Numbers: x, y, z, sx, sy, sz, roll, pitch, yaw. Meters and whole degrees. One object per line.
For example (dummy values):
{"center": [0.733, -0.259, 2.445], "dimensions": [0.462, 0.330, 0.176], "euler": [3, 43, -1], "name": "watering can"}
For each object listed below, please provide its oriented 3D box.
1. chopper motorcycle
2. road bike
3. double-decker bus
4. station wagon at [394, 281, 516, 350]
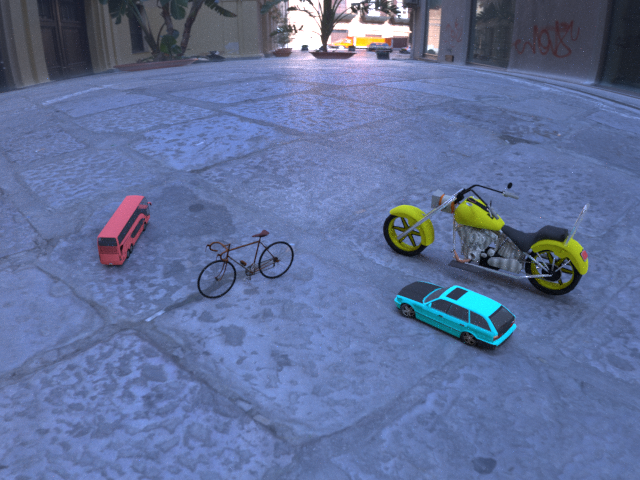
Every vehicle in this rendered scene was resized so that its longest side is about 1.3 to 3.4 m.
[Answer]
{"center": [2.319, -0.162, 10.048], "dimensions": [3.040, 1.480, 0.906], "euler": [17, 33, 28], "name": "chopper motorcycle"}
{"center": [-1.027, 0.305, 9.844], "dimensions": [1.545, 0.852, 0.358], "euler": [-18, 33, -29], "name": "road bike"}
{"center": [-3.083, -0.198, 11.104], "dimensions": [0.389, 0.541, 1.672], "euler": [2, 28, 3], "name": "double-decker bus"}
{"center": [1.742, 0.885, 9.168], "dimensions": [1.597, 0.473, 0.682], "euler": [22, 35, 35], "name": "station wagon"}
